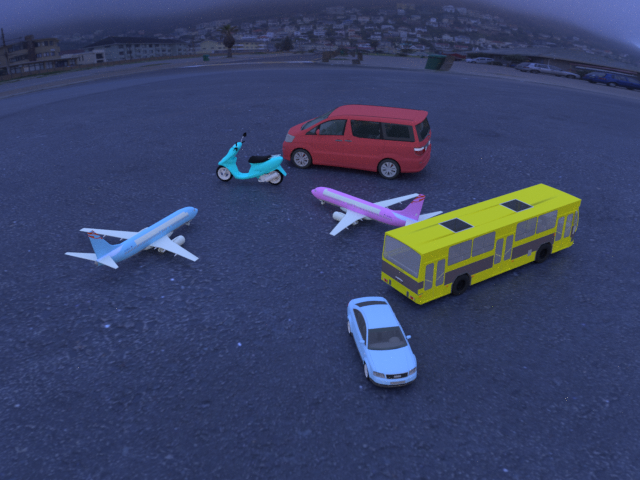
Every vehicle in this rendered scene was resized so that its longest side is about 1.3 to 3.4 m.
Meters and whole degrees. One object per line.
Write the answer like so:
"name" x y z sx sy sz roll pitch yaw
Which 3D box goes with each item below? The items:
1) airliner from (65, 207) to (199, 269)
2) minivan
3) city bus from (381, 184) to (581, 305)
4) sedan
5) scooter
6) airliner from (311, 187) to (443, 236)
"airliner" -2.690 -0.220 10.929 2.257 0.835 2.541 13 30 24
"minivan" 0.721 -2.080 14.190 3.011 1.197 1.324 9 28 17
"city bus" 2.440 0.032 10.368 3.255 0.894 0.926 -17 31 -30
"sedan" 0.742 1.172 8.578 0.635 0.483 1.613 -4 27 -9
"scooter" -1.335 -1.516 13.388 1.399 0.919 0.662 5 27 9
"airliner" 0.763 -0.706 11.885 2.541 0.835 2.257 24 35 38
